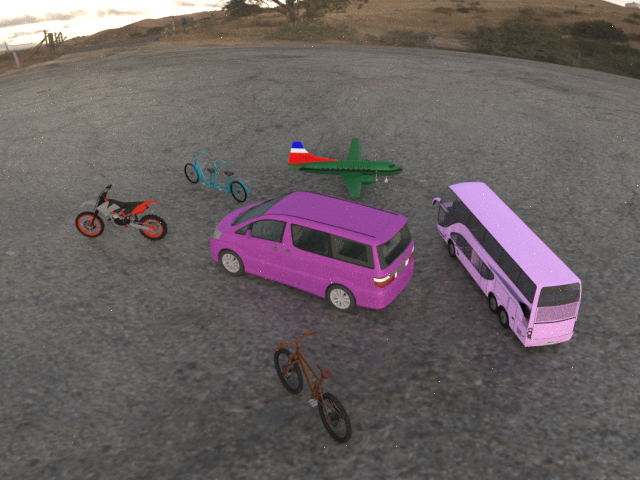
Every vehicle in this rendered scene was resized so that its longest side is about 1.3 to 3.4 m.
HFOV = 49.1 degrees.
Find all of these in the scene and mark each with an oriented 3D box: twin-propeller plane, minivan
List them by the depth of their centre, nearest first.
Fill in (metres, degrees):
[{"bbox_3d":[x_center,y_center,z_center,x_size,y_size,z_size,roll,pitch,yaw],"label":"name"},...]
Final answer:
[{"bbox_3d":[-0.183,0.005,10.041,3.011,1.197,1.324,16,34,25],"label":"minivan"},{"bbox_3d":[0.473,-1.433,12.902,2.129,0.792,2.663,1,30,2],"label":"twin-propeller plane"}]

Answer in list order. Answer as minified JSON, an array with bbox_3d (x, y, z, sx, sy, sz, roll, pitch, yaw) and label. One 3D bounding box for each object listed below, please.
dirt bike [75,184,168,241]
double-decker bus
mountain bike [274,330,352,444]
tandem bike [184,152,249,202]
[{"bbox_3d":[-3.165,-0.383,11.041,1.493,0.857,0.527,2,30,4],"label":"dirt bike"},{"bbox_3d":[2.515,0.183,9.881,0.756,1.052,3.251,-7,31,-11],"label":"double-decker bus"},{"bbox_3d":[-0.104,1.571,7.690,0.573,0.868,1.469,-19,35,-30],"label":"mountain bike"},{"bbox_3d":[-1.887,-1.153,12.532,1.642,0.682,0.283,22,37,33],"label":"tandem bike"}]
